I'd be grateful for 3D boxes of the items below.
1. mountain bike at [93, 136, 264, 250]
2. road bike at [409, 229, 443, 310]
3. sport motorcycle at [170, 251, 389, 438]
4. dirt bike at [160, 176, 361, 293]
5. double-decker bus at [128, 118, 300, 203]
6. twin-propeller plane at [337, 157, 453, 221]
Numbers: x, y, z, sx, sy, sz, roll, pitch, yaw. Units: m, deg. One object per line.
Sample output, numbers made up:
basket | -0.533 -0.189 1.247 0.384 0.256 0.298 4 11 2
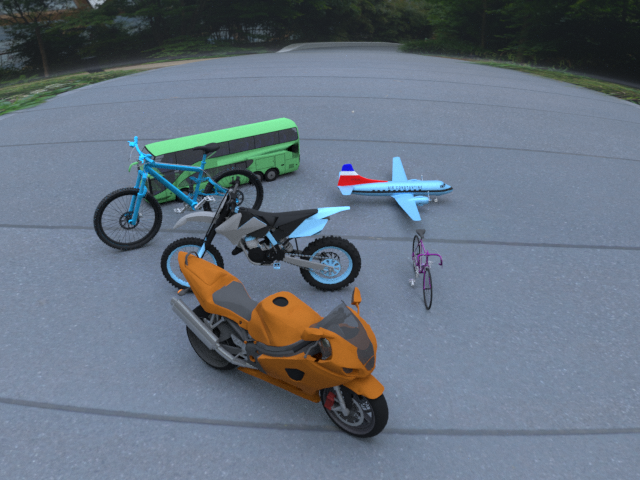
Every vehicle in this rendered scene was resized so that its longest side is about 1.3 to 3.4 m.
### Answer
mountain bike | -2.266 -0.788 11.378 2.857 1.688 1.114 -14 33 -22
road bike | 1.499 0.344 10.248 0.358 0.852 1.545 -1 30 -2
sport motorcycle | -0.488 1.173 8.056 2.955 1.596 0.983 19 35 30
dirt bike | -0.850 0.041 9.957 2.903 1.666 1.024 -1 30 -2
double-decker bus | -1.921 -1.502 13.259 3.251 1.052 0.756 -16 34 -26
twin-propeller plane | 1.377 -1.029 12.698 2.129 0.792 2.663 -1 30 -2
